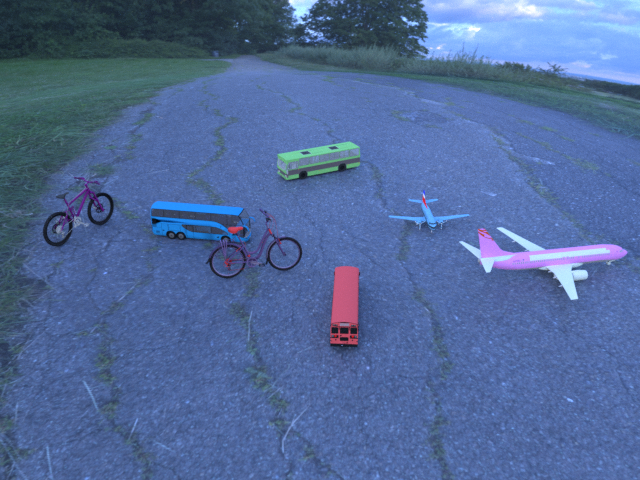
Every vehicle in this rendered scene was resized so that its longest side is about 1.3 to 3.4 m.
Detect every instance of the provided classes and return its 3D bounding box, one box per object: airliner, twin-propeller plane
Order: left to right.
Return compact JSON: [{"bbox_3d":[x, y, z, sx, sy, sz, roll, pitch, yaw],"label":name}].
[{"bbox_3d":[1.834,-0.481,11.874,1.370,0.407,1.095,-1,27,-2],"label":"twin-propeller plane"},{"bbox_3d":[3.408,0.100,10.235,2.541,0.835,2.257,-6,27,-11],"label":"airliner"}]

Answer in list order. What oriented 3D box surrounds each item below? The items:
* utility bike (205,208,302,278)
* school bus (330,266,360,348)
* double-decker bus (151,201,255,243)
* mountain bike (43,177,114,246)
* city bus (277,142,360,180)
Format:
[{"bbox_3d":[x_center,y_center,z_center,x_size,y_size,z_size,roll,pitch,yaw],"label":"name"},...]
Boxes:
[{"bbox_3d":[-0.971,0.053,10.205,1.435,0.946,0.535,-7,27,-14],"label":"utility bike"},{"bbox_3d":[0.342,0.809,9.267,0.365,0.434,1.708,1,27,3],"label":"school bus"},{"bbox_3d":[-1.902,-0.286,11.335,1.672,0.541,0.389,5,27,10],"label":"double-decker bus"},{"bbox_3d":[-3.919,-0.488,11.373,0.573,0.868,1.469,14,30,26],"label":"mountain bike"},{"bbox_3d":[-0.017,-1.572,13.995,1.674,0.460,0.476,-13,30,-25],"label":"city bus"}]
